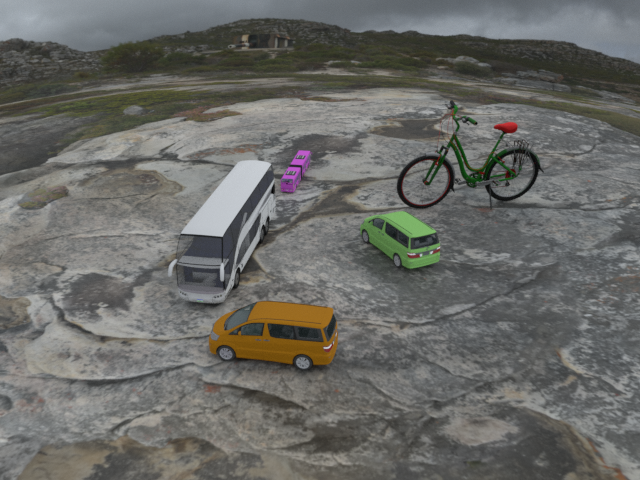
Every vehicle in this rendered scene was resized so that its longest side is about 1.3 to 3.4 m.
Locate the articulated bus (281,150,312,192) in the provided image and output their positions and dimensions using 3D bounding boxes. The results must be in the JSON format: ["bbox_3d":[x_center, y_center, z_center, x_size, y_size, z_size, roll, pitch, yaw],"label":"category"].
[{"bbox_3d":[-0.463,-1.372,13.825,0.311,0.289,1.749,4,26,9],"label":"articulated bus"}]

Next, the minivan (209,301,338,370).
[{"bbox_3d":[-0.569,1.092,8.393,1.548,0.616,0.681,5,26,10],"label":"minivan"}]

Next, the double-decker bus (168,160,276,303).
[{"bbox_3d":[-1.342,-0.191,10.530,0.756,1.052,3.251,4,26,9],"label":"double-decker bus"}]

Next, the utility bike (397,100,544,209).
[{"bbox_3d":[2.714,-1.405,12.124,2.791,1.839,1.039,-6,27,-12],"label":"utility bike"}]

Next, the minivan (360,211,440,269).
[{"bbox_3d":[1.208,-0.095,10.830,0.681,0.616,1.548,-13,29,-24],"label":"minivan"}]
